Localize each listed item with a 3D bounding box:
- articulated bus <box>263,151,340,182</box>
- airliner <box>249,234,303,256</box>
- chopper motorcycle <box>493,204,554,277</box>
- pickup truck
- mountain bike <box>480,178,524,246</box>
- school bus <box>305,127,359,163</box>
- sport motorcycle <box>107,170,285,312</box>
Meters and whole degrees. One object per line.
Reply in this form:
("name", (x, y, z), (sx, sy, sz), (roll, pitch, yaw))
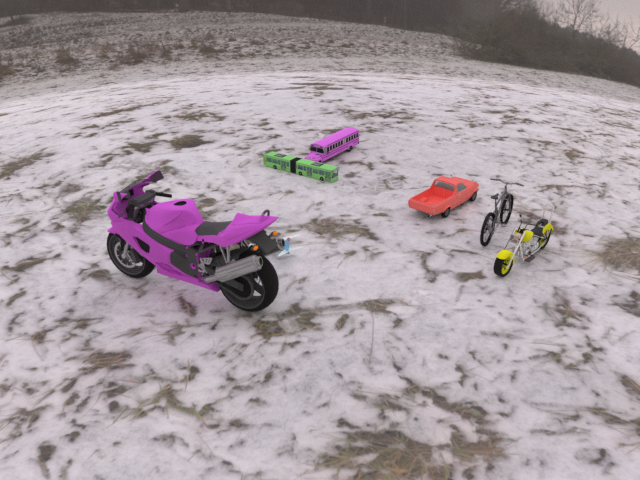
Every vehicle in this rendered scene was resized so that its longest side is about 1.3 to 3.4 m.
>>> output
("articulated bus", (-0.400, -1.503, 14.284), (1.749, 0.289, 0.311), (17, 31, 30))
("airliner", (-0.870, -0.045, 11.219), (1.161, 0.429, 1.307), (-22, 34, -36))
("chopper motorcycle", (3.155, -0.006, 10.772), (0.466, 0.761, 1.563), (23, 35, 38))
("pickup truck", (2.271, -0.845, 12.723), (0.640, 0.511, 1.603), (21, 34, 36))
("mountain bike", (2.964, -0.484, 11.607), (0.573, 0.868, 1.469), (16, 31, 28))
("school bus", (0.258, -2.017, 15.147), (0.365, 0.434, 1.708), (17, 31, 31))
("sport motorcycle", (-1.843, 0.044, 9.741), (2.955, 1.596, 0.983), (13, 29, 24))
